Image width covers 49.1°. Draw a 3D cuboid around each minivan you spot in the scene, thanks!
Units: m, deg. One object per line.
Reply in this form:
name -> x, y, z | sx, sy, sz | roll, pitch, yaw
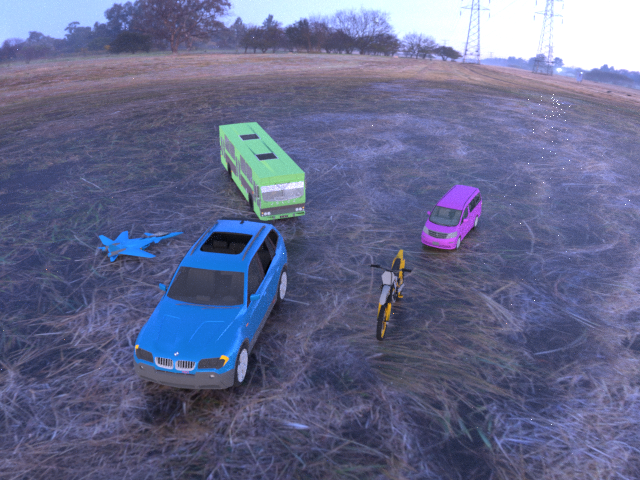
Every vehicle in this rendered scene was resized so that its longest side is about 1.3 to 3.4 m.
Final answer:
minivan -> 2.194, -0.386, 11.577 | 0.681, 0.616, 1.548 | 13, 29, 25

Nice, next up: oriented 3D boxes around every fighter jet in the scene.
fighter jet -> -2.815, -0.030, 11.221 | 1.358, 0.286, 1.147 | -17, 31, -32

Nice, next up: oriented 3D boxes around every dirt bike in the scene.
dirt bike -> 0.941, 0.653, 9.156 | 0.527, 0.857, 1.493 | 7, 27, 15

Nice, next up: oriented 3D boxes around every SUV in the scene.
SUV -> -1.266, 0.666, 8.818 | 1.276, 1.128, 3.058 | 5, 26, 10

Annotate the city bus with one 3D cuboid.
city bus -> -1.158, -1.336, 13.218 | 0.926, 0.894, 3.255 | -9, 27, -17
